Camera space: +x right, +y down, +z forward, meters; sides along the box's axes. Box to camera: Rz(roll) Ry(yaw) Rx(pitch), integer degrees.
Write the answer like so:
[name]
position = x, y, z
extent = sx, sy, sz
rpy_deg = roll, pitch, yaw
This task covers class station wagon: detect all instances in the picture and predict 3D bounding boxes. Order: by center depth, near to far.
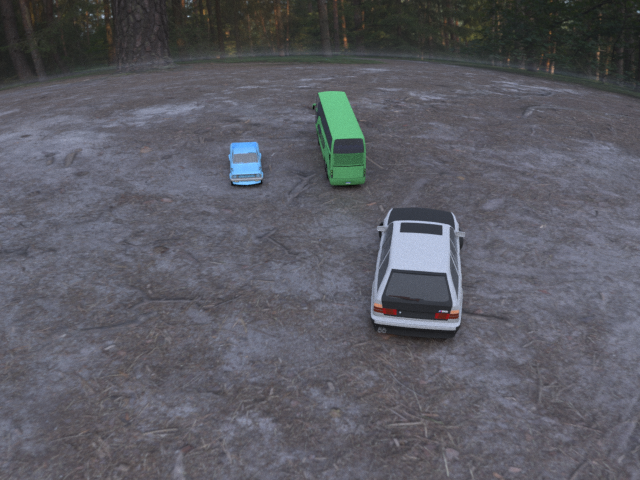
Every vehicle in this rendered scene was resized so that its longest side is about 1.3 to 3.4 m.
[station wagon]
position = 1.420, 0.200, 10.000
extent = 1.327, 0.920, 3.105
rpy_deg = 4, 29, 8

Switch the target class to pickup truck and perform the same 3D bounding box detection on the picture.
[pickup truck]
position = -1.451, -1.551, 13.600
extent = 0.640, 0.511, 1.603
rpy_deg = -3, 29, -6

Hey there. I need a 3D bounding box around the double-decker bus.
[double-decker bus]
position = 0.362, -2.131, 14.092
extent = 0.756, 1.052, 3.251
rpy_deg = -3, 29, -5
